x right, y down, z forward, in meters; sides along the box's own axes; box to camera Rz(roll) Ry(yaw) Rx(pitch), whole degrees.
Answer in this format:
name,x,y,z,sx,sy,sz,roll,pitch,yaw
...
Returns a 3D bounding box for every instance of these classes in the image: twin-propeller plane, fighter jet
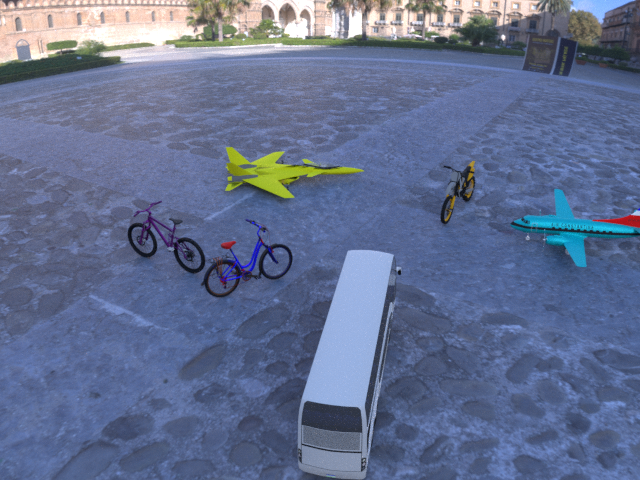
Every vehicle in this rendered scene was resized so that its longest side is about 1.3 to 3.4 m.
name,x,y,z,sx,sy,sz,roll,pitch,yaw
twin-propeller plane,4.043,-0.284,10.808,2.129,0.792,2.663,5,29,9
fighter jet,-0.462,-1.390,13.108,2.640,0.557,2.229,-3,29,-6

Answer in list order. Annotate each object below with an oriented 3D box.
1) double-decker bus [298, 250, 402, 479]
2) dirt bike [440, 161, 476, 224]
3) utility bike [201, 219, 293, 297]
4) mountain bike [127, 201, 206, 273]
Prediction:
name,x,y,z,sx,sy,sz,roll,pitch,yaw
double-decker bus,0.398,1.169,7.840,0.756,1.052,3.251,5,29,9
dirt bike,2.363,-0.868,11.823,0.527,0.857,1.493,16,32,26
utility bike,-1.029,0.228,9.697,1.435,0.946,0.535,-17,33,-29
mountain bike,-2.278,-0.025,10.248,1.469,0.868,0.573,16,32,27
